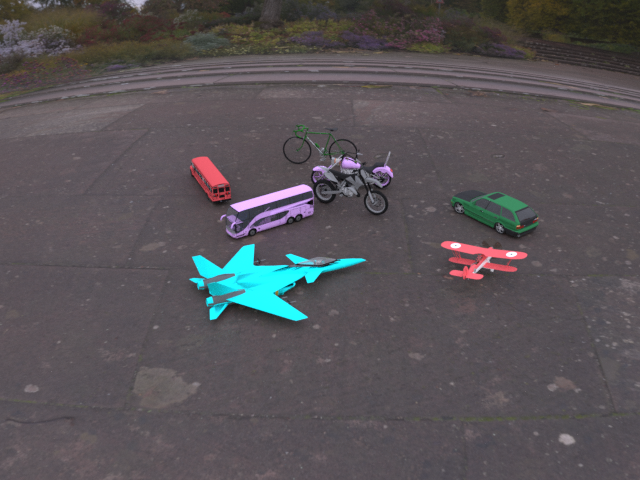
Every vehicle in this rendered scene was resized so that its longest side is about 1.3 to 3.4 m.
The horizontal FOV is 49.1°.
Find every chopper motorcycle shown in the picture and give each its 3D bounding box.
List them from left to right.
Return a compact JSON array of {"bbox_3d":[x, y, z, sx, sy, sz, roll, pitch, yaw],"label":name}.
[{"bbox_3d":[0.607,-1.348,13.287,1.563,0.761,0.466,3,29,6],"label":"chopper motorcycle"}]

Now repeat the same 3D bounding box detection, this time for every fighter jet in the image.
[{"bbox_3d":[-0.504,0.413,10.285,2.640,0.557,2.229,-12,31,-21],"label":"fighter jet"}]

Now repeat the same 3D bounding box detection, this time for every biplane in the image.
[{"bbox_3d":[2.353,0.337,10.478,1.336,0.504,1.090,19,34,30],"label":"biplane"}]

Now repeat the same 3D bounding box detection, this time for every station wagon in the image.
[{"bbox_3d":[3.004,-0.564,12.155,0.682,0.473,1.597,-20,34,-32],"label":"station wagon"}]

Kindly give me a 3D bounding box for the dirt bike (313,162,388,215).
[{"bbox_3d":[0.538,-0.943,12.446,1.493,0.857,0.527,15,32,25],"label":"dirt bike"}]

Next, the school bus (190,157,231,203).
[{"bbox_3d":[-2.118,-1.183,13.324,0.365,0.434,1.708,-12,31,-21],"label":"school bus"}]

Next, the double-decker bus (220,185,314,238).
[{"bbox_3d":[-0.865,-0.483,11.936,1.672,0.541,0.389,-19,34,-30],"label":"double-decker bus"}]

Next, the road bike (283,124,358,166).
[{"bbox_3d":[0.001,-1.918,14.231,1.545,0.852,0.358,4,29,7],"label":"road bike"}]
